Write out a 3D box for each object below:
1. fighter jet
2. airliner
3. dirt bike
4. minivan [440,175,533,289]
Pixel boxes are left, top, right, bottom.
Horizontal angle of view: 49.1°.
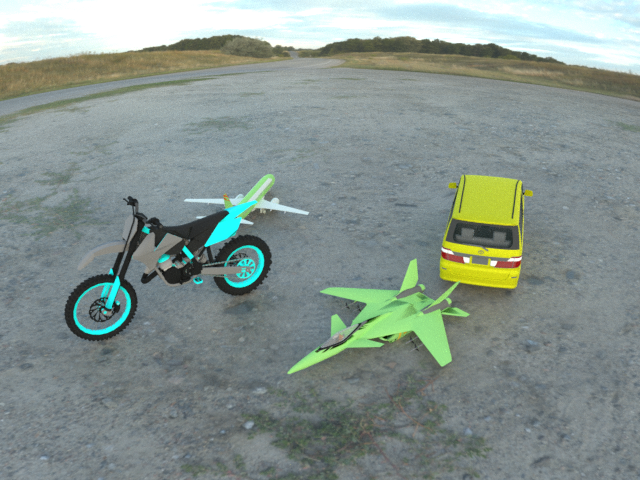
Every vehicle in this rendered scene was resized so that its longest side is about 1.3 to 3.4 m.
[{"bbox_3d":[0.626,1.016,8.854,2.640,0.557,2.229,-21,34,-35],"label":"fighter jet"},{"bbox_3d":[-1.216,-0.866,12.244,2.257,0.835,2.541,7,28,13],"label":"airliner"},{"bbox_3d":[-1.898,0.276,9.086,2.903,1.666,1.024,-17,32,-30],"label":"dirt bike"},{"bbox_3d":[2.577,-0.353,10.838,1.324,1.197,3.011,7,28,14],"label":"minivan"}]
